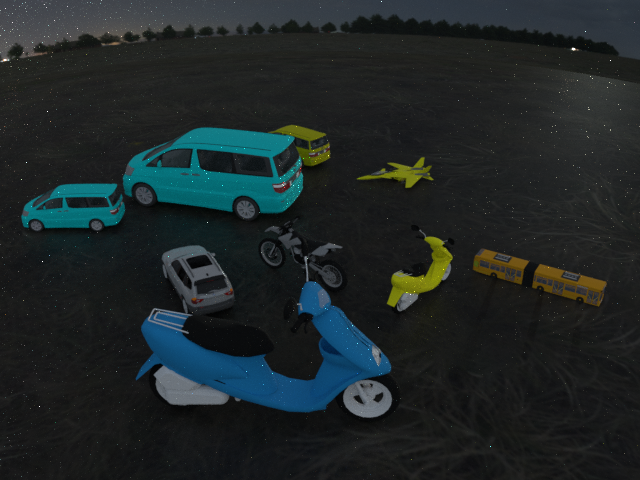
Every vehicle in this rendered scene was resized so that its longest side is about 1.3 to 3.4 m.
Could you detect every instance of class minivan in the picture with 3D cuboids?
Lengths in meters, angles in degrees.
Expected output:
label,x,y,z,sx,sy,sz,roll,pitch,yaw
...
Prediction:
label,x,y,z,sx,sy,sz,roll,pitch,yaw
minivan,-1.826,-1.198,11.655,3.011,1.197,1.324,8,30,15
minivan,-0.546,-1.867,13.490,1.548,0.616,0.681,22,35,34
minivan,-3.914,-0.534,11.044,1.548,0.616,0.681,0,29,-1

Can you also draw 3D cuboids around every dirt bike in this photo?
label,x,y,z,sx,sy,sz,roll,pitch,yaw
dirt bike,-0.258,0.165,9.508,1.493,0.857,0.527,18,34,30

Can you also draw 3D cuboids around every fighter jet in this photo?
label,x,y,z,sx,sy,sz,roll,pitch,yaw
fighter jet,1.324,-1.238,12.680,1.358,0.286,1.147,-6,29,-10

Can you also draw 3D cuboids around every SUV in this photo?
label,x,y,z,sx,sy,sz,roll,pitch,yaw
SUV,-1.640,0.440,9.294,0.656,0.580,1.572,-13,31,-23

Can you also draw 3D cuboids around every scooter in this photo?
label,x,y,z,sx,sy,sz,roll,pitch,yaw
scooter,1.343,0.355,9.096,0.662,0.919,1.399,23,36,36
scooter,-0.532,1.035,6.942,2.721,1.786,1.288,3,29,5

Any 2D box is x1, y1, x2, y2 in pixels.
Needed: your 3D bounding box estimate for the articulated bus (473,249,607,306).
label,x,y,z,sx,sy,sz,roll,pitch,yaw
articulated bus,2.956,0.495,9.497,1.749,0.289,0.311,16,33,27
